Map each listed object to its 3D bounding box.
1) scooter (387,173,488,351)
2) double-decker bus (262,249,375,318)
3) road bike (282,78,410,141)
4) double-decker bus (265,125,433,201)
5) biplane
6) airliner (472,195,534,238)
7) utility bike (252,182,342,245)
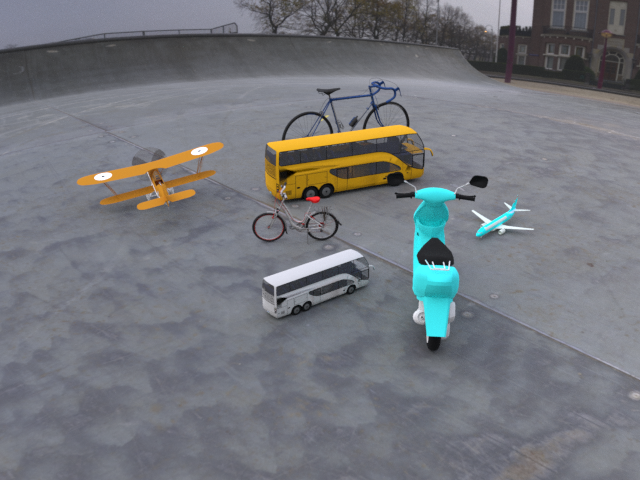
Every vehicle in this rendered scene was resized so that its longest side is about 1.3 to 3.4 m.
[{"bbox_3d":[1.470,0.103,9.046,1.288,1.786,2.721,2,26,5],"label":"scooter"},{"bbox_3d":[-0.012,0.566,9.522,1.672,0.541,0.389,-18,31,-32],"label":"double-decker bus"},{"bbox_3d":[0.588,-2.446,14.534,3.004,1.656,0.696,-12,28,-23],"label":"road bike"},{"bbox_3d":[0.558,-1.481,13.216,3.251,1.052,0.756,-11,28,-22],"label":"double-decker bus"},{"bbox_3d":[-2.863,-0.979,12.245,2.598,0.981,2.120,-9,27,-18],"label":"biplane"},{"bbox_3d":[2.962,-0.382,11.636,1.161,0.429,1.307,22,33,38],"label":"airliner"},{"bbox_3d":[-0.359,-0.378,11.028,1.435,0.946,0.535,-2,26,-4],"label":"utility bike"}]
